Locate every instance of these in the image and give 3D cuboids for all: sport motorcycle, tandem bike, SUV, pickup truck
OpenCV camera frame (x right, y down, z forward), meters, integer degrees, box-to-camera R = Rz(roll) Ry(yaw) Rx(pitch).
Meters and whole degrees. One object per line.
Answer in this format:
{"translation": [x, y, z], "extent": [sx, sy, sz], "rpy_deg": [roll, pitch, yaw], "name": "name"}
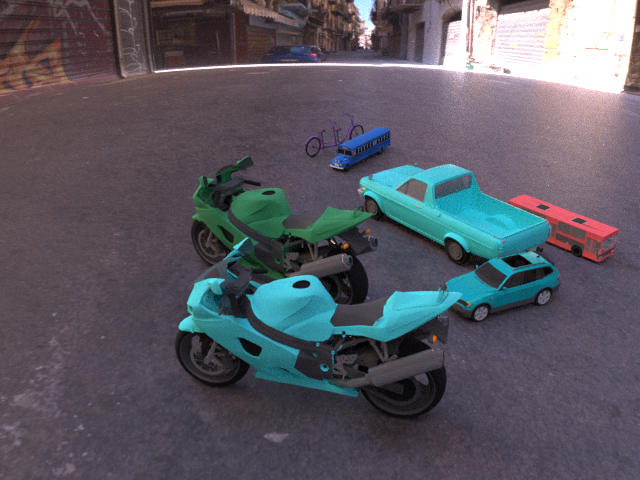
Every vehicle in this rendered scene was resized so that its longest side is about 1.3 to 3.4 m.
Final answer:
{"translation": [-0.602, -0.055, 9.101], "extent": [2.955, 1.596, 0.983], "rpy_deg": [18, 32, 31], "name": "sport motorcycle"}
{"translation": [0.304, -2.155, 14.239], "extent": [1.642, 0.682, 0.283], "rpy_deg": [-22, 34, -36], "name": "tandem bike"}
{"translation": [2.348, 0.548, 9.036], "extent": [1.572, 0.580, 0.656], "rpy_deg": [-11, 29, -20], "name": "SUV"}
{"translation": [-0.119, 0.968, 7.089], "extent": [2.955, 1.596, 0.983], "rpy_deg": [6, 28, 12], "name": "sport motorcycle"}
{"translation": [1.950, -0.543, 10.725], "extent": [1.244, 0.993, 3.117], "rpy_deg": [-18, 32, -32], "name": "pickup truck"}

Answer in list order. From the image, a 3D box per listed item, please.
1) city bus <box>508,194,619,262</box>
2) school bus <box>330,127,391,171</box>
{"translation": [3.620, -0.185, 10.609], "extent": [0.476, 0.460, 1.674], "rpy_deg": [-20, 33, -34], "name": "city bus"}
{"translation": [0.808, -1.801, 13.814], "extent": [0.365, 0.434, 1.708], "rpy_deg": [19, 32, 32], "name": "school bus"}
